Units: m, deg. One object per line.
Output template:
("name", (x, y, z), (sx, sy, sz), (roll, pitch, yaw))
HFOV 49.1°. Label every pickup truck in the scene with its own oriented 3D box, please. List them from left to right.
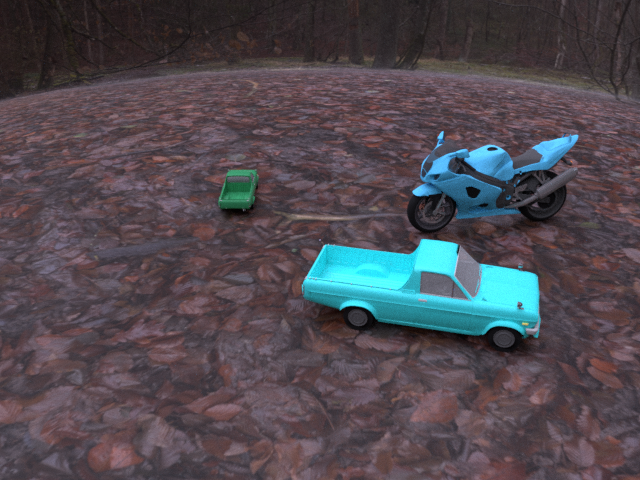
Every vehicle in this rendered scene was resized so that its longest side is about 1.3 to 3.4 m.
("pickup truck", (-1.492, -0.975, 12.916), (0.640, 0.511, 1.603), (0, 27, 0))
("pickup truck", (1.364, 0.584, 9.324), (3.117, 0.993, 1.244), (7, 28, 13))

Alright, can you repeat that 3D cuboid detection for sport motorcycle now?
("sport motorcycle", (2.878, -0.967, 11.705), (2.955, 1.596, 0.983), (-6, 28, -13))
